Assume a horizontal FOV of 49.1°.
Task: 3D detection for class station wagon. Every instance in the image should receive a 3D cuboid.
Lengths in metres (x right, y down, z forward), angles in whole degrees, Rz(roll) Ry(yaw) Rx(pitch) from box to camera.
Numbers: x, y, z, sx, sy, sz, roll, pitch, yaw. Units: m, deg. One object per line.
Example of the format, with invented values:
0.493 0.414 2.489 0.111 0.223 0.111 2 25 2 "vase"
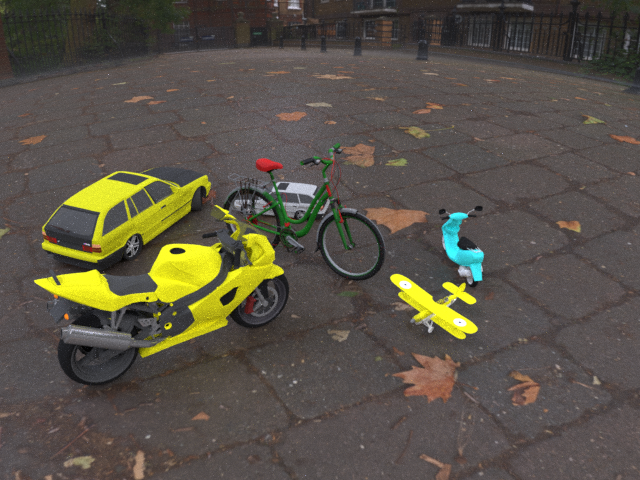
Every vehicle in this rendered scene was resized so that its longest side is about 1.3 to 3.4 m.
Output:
-0.655 -0.703 11.851 1.597 0.473 0.682 6 29 11 "station wagon"
-2.969 -0.597 11.186 1.327 0.920 3.105 12 31 21 "station wagon"

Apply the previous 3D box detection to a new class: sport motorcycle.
-1.662 0.659 8.156 2.955 1.596 0.983 -17 33 -28 "sport motorcycle"

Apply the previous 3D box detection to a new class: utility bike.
-0.276 -0.506 10.054 2.791 1.839 1.039 15 32 25 "utility bike"

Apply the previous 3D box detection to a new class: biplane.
1.527 0.857 8.938 1.090 0.504 1.336 -24 37 -37 "biplane"

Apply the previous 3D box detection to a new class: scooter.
2.037 0.017 10.055 0.662 0.919 1.399 -5 29 -9 "scooter"
